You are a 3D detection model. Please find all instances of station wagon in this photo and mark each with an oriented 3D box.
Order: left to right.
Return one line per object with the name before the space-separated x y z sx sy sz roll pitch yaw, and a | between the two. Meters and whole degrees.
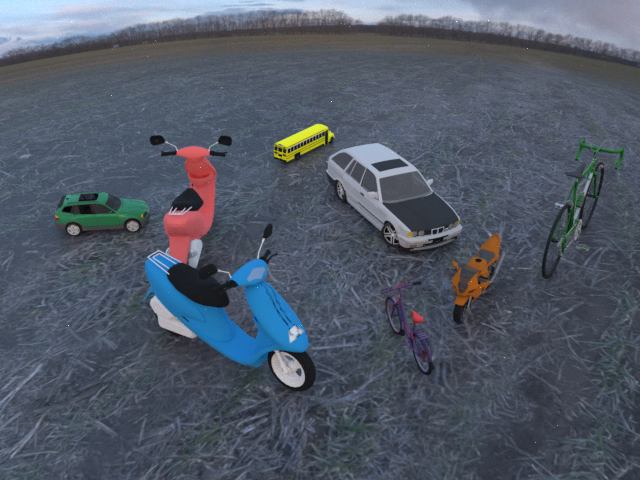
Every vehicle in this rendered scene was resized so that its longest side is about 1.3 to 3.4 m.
station wagon | 1.231 -0.875 12.229 1.327 0.920 3.105 -13 32 -21

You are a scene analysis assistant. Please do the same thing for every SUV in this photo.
SUV | -3.699 -0.492 11.904 1.572 0.580 0.656 -4 30 -7

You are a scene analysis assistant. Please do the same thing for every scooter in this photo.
scooter | -2.014 -0.687 11.033 1.288 1.786 2.721 1 30 1
scooter | -1.190 0.738 8.555 2.721 1.786 1.288 18 35 29

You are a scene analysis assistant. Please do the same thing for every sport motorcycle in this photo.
sport motorcycle | 2.215 0.531 9.883 0.506 0.821 1.520 17 34 26

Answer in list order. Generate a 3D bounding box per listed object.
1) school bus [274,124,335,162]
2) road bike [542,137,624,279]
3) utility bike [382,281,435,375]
school bus | -0.299 -2.076 14.806 0.365 0.434 1.708 21 36 32
road bike | 4.045 -0.572 10.964 0.697 1.656 3.004 19 35 29
utility bike | 1.079 1.053 8.850 0.535 0.946 1.435 -9 31 -16
